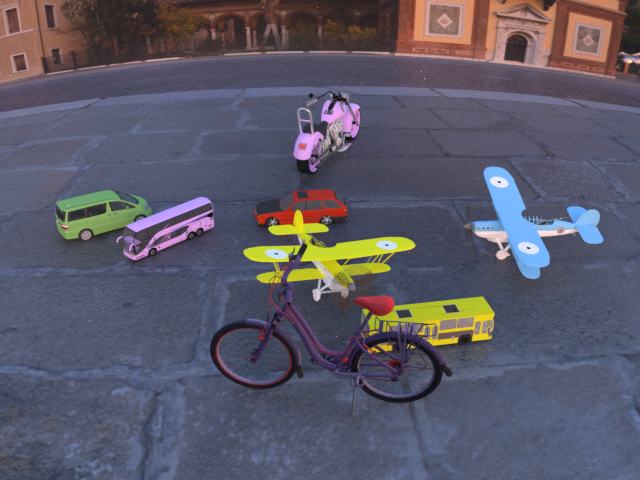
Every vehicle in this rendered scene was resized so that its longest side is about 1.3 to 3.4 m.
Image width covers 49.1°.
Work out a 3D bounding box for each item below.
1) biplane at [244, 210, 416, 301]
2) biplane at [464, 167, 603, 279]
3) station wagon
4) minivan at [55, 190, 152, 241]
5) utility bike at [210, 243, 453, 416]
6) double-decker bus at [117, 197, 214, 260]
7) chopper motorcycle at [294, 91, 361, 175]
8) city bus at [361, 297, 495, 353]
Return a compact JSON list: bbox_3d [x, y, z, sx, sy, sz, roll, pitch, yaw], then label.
[{"bbox_3d":[0.058,0.219,10.187,2.598,0.981,2.120,-12,31,-21],"label":"biplane"},{"bbox_3d":[3.300,-0.185,10.913,2.120,0.981,2.598,-1,29,-2],"label":"biplane"},{"bbox_3d":[-0.336,-0.574,12.132,1.597,0.473,0.682,-3,29,-5],"label":"station wagon"},{"bbox_3d":[-3.637,-0.483,11.823,1.548,0.616,0.681,-18,34,-29],"label":"minivan"},{"bbox_3d":[0.085,1.109,7.709,2.791,1.839,1.039,4,29,7],"label":"utility bike"},{"bbox_3d":[-2.466,-0.187,11.367,0.389,0.541,1.672,25,38,38],"label":"double-decker bus"},{"bbox_3d":[0.228,-2.405,14.384,0.906,1.480,3.040,12,31,20],"label":"chopper motorcycle"},{"bbox_3d":[1.391,1.116,9.112,1.674,0.460,0.476,-5,30,-9],"label":"city bus"}]
